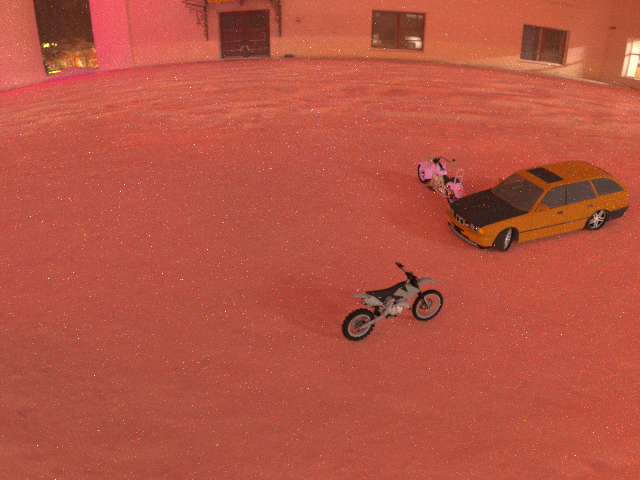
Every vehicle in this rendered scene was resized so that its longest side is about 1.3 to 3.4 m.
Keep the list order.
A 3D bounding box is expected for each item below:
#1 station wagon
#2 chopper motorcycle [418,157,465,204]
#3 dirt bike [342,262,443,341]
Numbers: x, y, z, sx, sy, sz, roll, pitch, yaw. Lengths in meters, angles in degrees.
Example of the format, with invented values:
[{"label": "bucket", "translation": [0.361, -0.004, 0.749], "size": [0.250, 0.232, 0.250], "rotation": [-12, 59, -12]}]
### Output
[{"label": "station wagon", "translation": [3.599, -0.655, 11.599], "size": [3.105, 0.920, 1.327], "rotation": [-12, 31, -20]}, {"label": "chopper motorcycle", "translation": [2.190, -1.183, 12.740], "size": [0.466, 0.761, 1.563], "rotation": [-9, 30, -17]}, {"label": "dirt bike", "translation": [0.955, 0.798, 8.984], "size": [1.493, 0.857, 0.527], "rotation": [-12, 31, -22]}]
